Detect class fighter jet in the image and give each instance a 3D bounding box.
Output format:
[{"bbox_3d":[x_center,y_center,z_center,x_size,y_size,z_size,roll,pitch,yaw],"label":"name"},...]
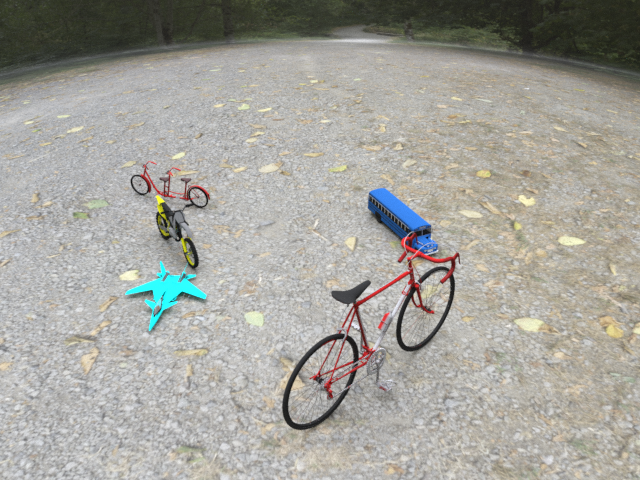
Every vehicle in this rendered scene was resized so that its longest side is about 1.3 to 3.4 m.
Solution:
[{"bbox_3d":[-2.175,0.766,9.709,1.147,0.286,1.358,3,31,4],"label":"fighter jet"}]

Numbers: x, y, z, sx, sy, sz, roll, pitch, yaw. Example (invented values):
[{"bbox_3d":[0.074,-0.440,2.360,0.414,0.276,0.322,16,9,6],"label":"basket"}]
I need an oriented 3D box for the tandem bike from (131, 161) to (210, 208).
[{"bbox_3d":[-2.643,-0.976,12.219,1.642,0.682,0.283,12,33,20],"label":"tandem bike"}]

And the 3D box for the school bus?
[{"bbox_3d":[1.335,-0.297,11.331,0.365,0.434,1.708,-14,34,-22],"label":"school bus"}]

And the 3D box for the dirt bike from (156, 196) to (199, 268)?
[{"bbox_3d":[-2.213,-0.188,10.739,0.527,0.857,1.493,-19,36,-28],"label":"dirt bike"}]

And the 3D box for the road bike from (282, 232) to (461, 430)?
[{"bbox_3d":[0.674,0.988,8.011,0.696,1.656,3.004,27,40,37],"label":"road bike"}]
